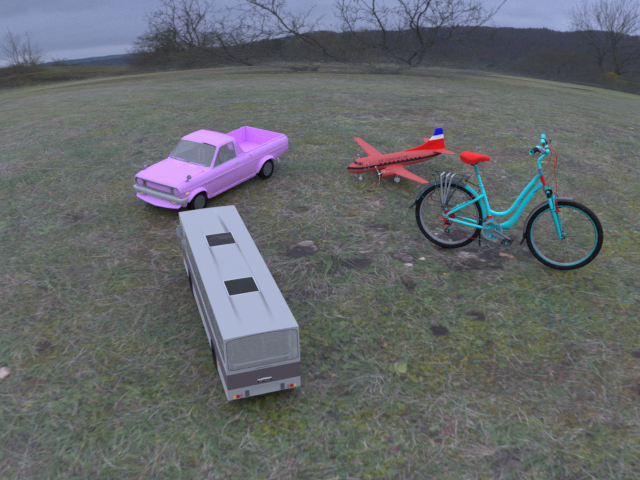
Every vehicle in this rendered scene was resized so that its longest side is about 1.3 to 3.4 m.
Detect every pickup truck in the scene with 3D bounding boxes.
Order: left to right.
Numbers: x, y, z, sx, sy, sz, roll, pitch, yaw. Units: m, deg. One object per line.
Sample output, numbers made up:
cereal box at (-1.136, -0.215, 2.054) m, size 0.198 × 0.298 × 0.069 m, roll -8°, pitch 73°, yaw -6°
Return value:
pickup truck at (-1.875, -1.445, 12.601) m, size 1.244 × 0.993 × 3.117 m, roll 17°, pitch 31°, yaw 29°

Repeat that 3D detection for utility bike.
utility bike at (2.663, -0.621, 10.045) m, size 2.791 × 1.839 × 1.039 m, roll 12°, pitch 29°, yaw 22°

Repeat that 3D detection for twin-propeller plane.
twin-propeller plane at (1.452, -1.612, 13.153) m, size 2.129 × 0.792 × 2.663 m, roll -12°, pitch 29°, yaw -22°

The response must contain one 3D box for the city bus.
city bus at (-1.079, 0.644, 8.595) m, size 0.926 × 0.894 × 3.255 m, roll -8°, pitch 28°, yaw -16°
